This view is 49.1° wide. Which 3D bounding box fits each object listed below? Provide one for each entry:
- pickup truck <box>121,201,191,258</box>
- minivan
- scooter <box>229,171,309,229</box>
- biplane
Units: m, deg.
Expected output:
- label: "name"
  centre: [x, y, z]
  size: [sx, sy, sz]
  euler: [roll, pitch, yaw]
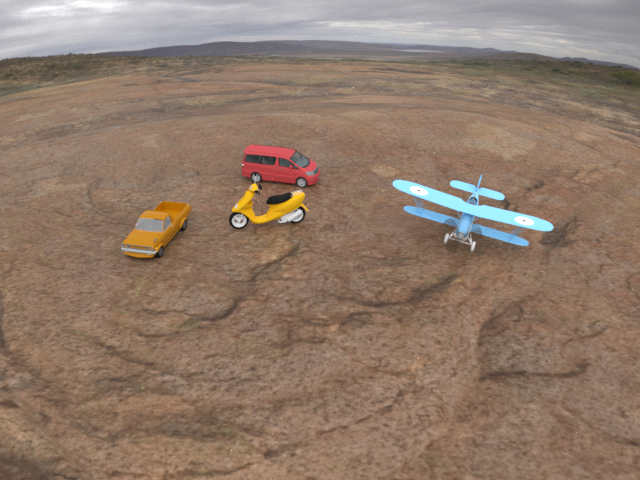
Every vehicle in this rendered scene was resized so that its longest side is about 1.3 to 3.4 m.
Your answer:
- label: "pickup truck"
  centre: [-2.718, -0.243, 11.735]
  size: [0.640, 0.511, 1.603]
  euler: [6, 29, 12]
- label: "minivan"
  centre: [-0.770, -1.485, 13.891]
  size: [1.548, 0.616, 0.681]
  euler: [7, 30, 13]
- label: "scooter"
  centre: [-0.887, -0.657, 12.066]
  size: [1.399, 0.919, 0.662]
  euler: [-6, 29, -11]
- label: "biplane"
  centre: [2.534, -0.467, 11.655]
  size: [2.598, 0.981, 2.120]
  euler: [9, 30, 17]
